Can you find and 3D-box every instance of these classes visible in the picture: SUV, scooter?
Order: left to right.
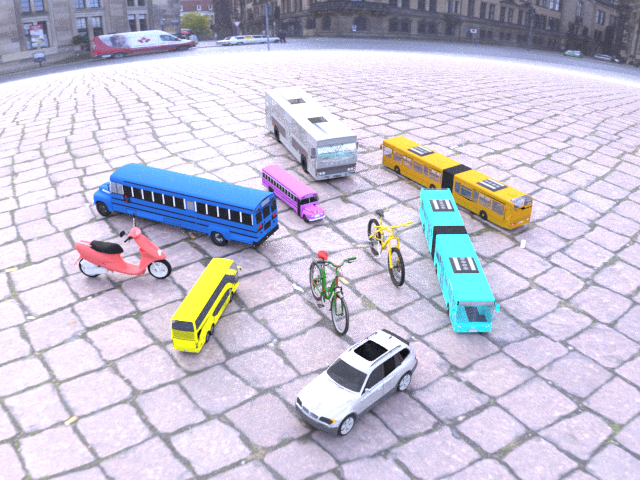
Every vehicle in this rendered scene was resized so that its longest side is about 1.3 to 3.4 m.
[{"bbox_3d":[-2.825,0.144,9.916,1.399,0.919,0.662,1,29,2],"label":"scooter"},{"bbox_3d":[0.428,1.528,7.780,0.656,0.580,1.572,26,38,38],"label":"SUV"}]

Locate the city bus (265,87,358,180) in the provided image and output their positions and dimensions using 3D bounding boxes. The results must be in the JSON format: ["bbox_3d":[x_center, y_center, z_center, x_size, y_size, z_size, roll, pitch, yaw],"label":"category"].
[{"bbox_3d":[-0.260,-2.179,14.108,0.926,0.894,3.255,-10,31,-18],"label":"city bus"}]

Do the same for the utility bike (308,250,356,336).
[{"bbox_3d":[0.149,0.554,9.152,0.535,0.946,1.435,-10,31,-18],"label":"utility bike"}]

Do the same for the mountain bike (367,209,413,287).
[{"bbox_3d":[0.951,0.031,10.169,0.573,0.868,1.469,-8,30,-13],"label":"mountain bike"}]

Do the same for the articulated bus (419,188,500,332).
[{"bbox_3d":[1.921,0.168,10.240,0.605,0.561,3.401,0,29,-1],"label":"articulated bus"}]

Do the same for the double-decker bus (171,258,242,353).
[{"bbox_3d":[-1.464,0.795,9.136,0.389,0.541,1.672,6,30,11],"label":"double-decker bus"}]

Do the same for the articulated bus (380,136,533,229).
[{"bbox_3d":[2.317,-1.096,12.507,0.605,0.561,3.401,-18,34,-29],"label":"articulated bus"}]

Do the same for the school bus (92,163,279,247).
[{"bbox_3d":[-2.282,-0.613,11.350,3.322,0.844,0.709,13,32,22],"label":"school bus"}]

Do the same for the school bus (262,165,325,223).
[{"bbox_3d":[-0.473,-0.816,12.135,0.365,0.434,1.708,-16,33,-27],"label":"school bus"}]
